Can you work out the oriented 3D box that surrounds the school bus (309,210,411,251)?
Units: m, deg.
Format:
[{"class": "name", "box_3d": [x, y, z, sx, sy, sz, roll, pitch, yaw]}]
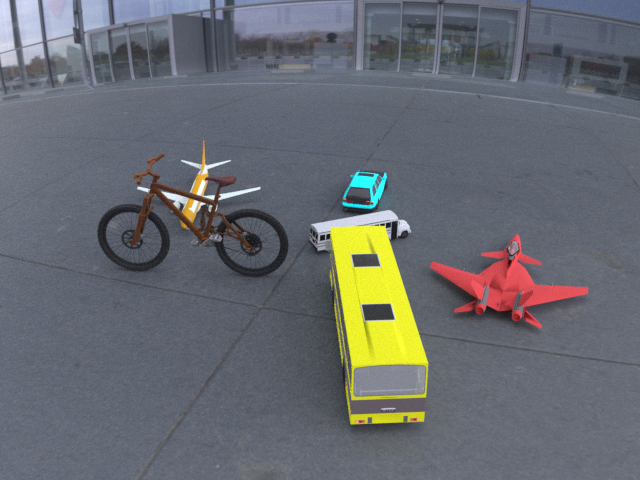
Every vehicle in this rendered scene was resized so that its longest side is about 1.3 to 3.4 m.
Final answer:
[{"class": "school bus", "box_3d": [0.677, -0.160, 11.346, 1.708, 0.434, 0.365, -11, 29, -20]}]

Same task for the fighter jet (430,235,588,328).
[{"class": "fighter jet", "box_3d": [2.780, 0.328, 10.258, 2.229, 0.557, 2.640, 9, 29, 18]}]

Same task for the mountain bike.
[{"class": "mountain bike", "box_3d": [-1.879, -0.260, 10.166, 2.857, 1.688, 1.114, 3, 27, 5]}]

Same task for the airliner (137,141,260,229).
[{"class": "airliner", "box_3d": [-2.227, -0.992, 12.529, 2.257, 0.835, 2.541, 0, 27, 0]}]

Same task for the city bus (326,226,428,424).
[{"class": "city bus", "box_3d": [0.625, 0.930, 8.714, 0.926, 0.894, 3.255, -1, 27, -3]}]

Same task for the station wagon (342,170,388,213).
[{"class": "station wagon", "box_3d": [0.852, -1.003, 12.949, 0.682, 0.473, 1.597, 6, 28, 12]}]
